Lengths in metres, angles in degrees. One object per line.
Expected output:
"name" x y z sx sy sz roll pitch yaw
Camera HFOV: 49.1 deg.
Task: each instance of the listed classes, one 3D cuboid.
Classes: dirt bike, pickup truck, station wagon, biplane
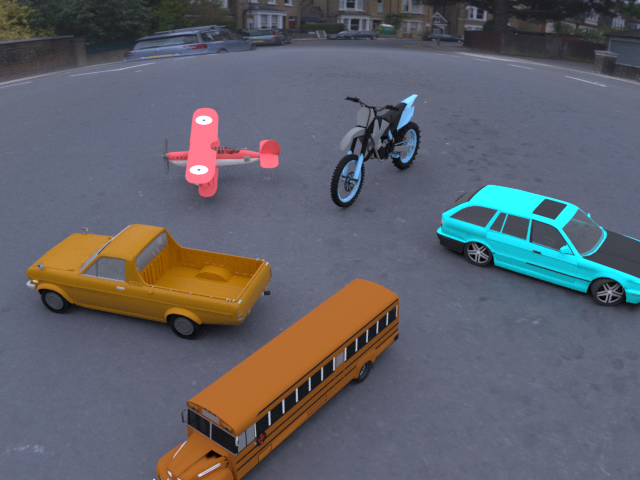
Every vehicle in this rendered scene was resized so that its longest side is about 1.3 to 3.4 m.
"dirt bike" 1.052 -1.700 12.233 1.024 1.666 2.903 19 34 30
"pickup truck" -2.237 0.422 9.129 3.117 0.993 1.244 8 30 15
"station wagon" 3.285 -0.029 10.010 3.105 0.920 1.327 19 34 30
"biplane" -1.766 -1.482 12.544 2.120 0.981 2.598 -2 29 -4

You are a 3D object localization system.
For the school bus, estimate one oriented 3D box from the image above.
"school bus" -0.329 1.503 7.349 0.709 0.844 3.322 21 35 32
